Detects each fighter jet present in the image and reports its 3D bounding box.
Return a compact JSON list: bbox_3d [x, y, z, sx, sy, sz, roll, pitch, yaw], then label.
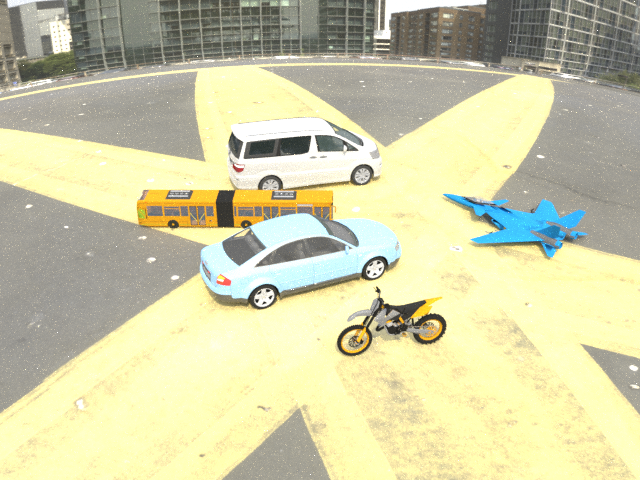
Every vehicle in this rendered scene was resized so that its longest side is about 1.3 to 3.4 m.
[{"bbox_3d":[3.184,-0.538,12.139,2.229,0.557,2.640,-24,37,-37],"label":"fighter jet"}]

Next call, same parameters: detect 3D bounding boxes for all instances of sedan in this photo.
[{"bbox_3d":[-0.236,0.144,10.516,3.137,0.940,1.235,-13,31,-22],"label":"sedan"}]

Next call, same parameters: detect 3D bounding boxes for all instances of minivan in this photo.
[{"bbox_3d":[-0.273,-1.706,13.582,3.011,1.197,1.324,-8,30,-14],"label":"minivan"}]

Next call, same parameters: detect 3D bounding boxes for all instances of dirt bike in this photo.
[{"bbox_3d":[0.941,1.059,8.955,1.493,0.857,0.527,-7,30,-13],"label":"dirt bike"}]

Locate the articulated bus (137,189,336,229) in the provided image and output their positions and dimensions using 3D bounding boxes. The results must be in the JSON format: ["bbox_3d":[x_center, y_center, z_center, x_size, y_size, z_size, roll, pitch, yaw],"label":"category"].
[{"bbox_3d":[-1.426,-0.546,12.148,3.401,0.561,0.605,0,29,1],"label":"articulated bus"}]
